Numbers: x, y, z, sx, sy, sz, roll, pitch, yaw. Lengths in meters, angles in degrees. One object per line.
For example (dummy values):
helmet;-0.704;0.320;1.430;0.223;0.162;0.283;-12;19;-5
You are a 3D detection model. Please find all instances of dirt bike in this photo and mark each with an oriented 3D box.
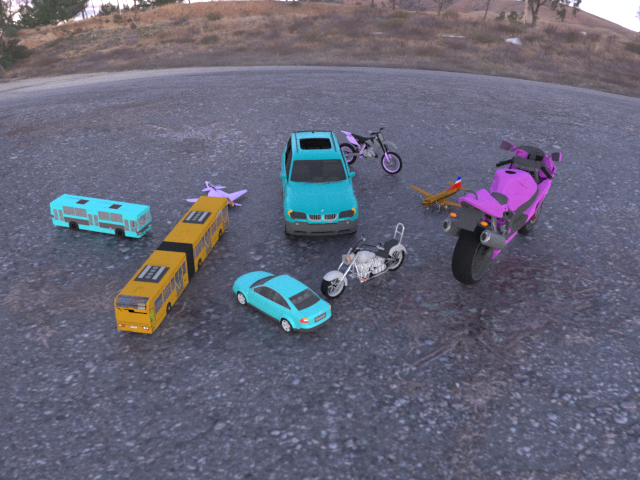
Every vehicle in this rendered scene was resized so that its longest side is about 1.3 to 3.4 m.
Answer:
dirt bike;0.992;-1.823;14.080;1.493;0.857;0.527;16;31;28

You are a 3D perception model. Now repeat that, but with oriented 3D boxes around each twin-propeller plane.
twin-propeller plane;2.215;-0.847;12.675;1.095;0.407;1.370;-22;35;-36

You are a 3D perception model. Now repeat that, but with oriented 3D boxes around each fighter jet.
fighter jet;-1.941;-0.932;12.972;1.147;0.286;1.358;-11;29;-21

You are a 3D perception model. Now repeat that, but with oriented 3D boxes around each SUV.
SUV;-0.061;-1.067;12.315;1.276;1.128;3.058;-2;27;-4

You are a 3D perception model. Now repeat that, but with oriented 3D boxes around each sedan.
sedan;-0.547;0.749;9.494;0.635;0.483;1.613;-25;36;-39

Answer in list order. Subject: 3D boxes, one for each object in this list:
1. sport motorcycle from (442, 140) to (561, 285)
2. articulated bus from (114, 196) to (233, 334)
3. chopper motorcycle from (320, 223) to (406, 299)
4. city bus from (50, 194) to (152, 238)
sport motorcycle;2.798;-0.460;10.626;0.983;1.596;2.955;19;33;33
articulated bus;-2.075;0.237;10.402;0.605;0.561;3.401;5;28;9
chopper motorcycle;0.648;0.297;10.068;1.563;0.761;0.466;-20;34;-34
city bus;-3.666;-0.389;11.728;1.674;0.460;0.476;8;28;16
